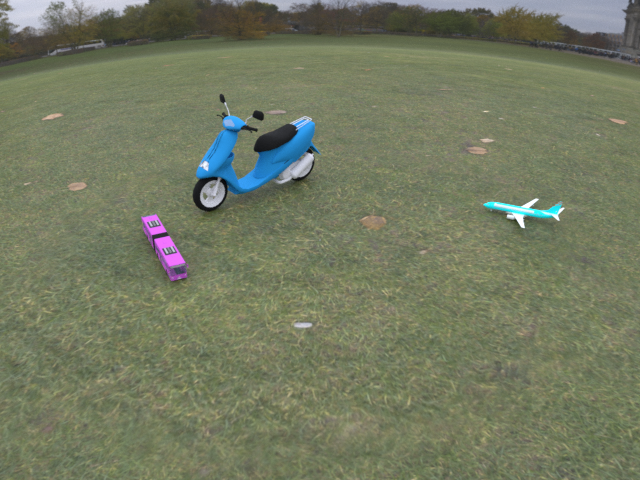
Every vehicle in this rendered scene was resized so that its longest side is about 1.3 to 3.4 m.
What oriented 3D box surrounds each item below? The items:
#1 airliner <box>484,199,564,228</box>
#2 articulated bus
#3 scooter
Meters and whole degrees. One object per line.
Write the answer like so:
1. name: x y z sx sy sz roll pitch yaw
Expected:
1. airliner: 3.423 -0.575 11.833 1.307 0.429 1.161 14 33 22
2. articulated bus: -2.426 0.088 10.825 0.311 0.289 1.749 -14 33 -22
3. scooter: -1.090 -1.624 12.293 2.721 1.786 1.288 -22 37 -33
